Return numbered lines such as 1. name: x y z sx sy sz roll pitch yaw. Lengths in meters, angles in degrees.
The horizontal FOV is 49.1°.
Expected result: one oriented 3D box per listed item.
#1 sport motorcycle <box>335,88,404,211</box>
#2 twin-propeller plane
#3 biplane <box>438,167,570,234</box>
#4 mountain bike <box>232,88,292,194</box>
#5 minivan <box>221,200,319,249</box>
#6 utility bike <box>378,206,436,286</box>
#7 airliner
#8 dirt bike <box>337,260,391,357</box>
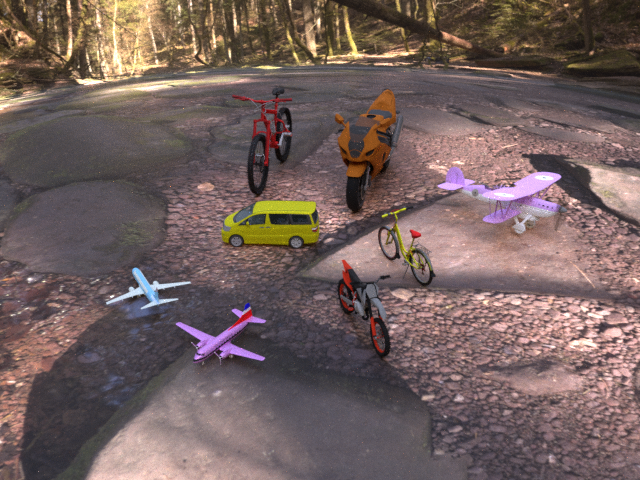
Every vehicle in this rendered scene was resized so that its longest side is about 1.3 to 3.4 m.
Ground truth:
1. sport motorcycle: 0.934 -1.706 12.802 0.983 1.596 2.955 8 28 15
2. twin-propeller plane: -1.159 1.142 8.451 1.370 0.407 1.095 17 31 30
3. biplane: 3.028 -0.716 11.515 2.120 0.981 2.598 19 32 33
4. mountain bike: -0.935 -2.032 13.350 1.114 1.688 2.857 5 27 11
5. minivan: -0.786 -0.274 11.041 1.548 0.616 0.681 1 27 3
6. utility bike: 1.183 0.057 10.014 0.535 0.946 1.435 -13 30 -25
7. airliner: -2.382 0.571 9.565 1.161 0.429 1.307 -14 30 -25
8. dirt bike: 0.538 0.773 8.685 0.527 0.857 1.493 -10 28 -19
